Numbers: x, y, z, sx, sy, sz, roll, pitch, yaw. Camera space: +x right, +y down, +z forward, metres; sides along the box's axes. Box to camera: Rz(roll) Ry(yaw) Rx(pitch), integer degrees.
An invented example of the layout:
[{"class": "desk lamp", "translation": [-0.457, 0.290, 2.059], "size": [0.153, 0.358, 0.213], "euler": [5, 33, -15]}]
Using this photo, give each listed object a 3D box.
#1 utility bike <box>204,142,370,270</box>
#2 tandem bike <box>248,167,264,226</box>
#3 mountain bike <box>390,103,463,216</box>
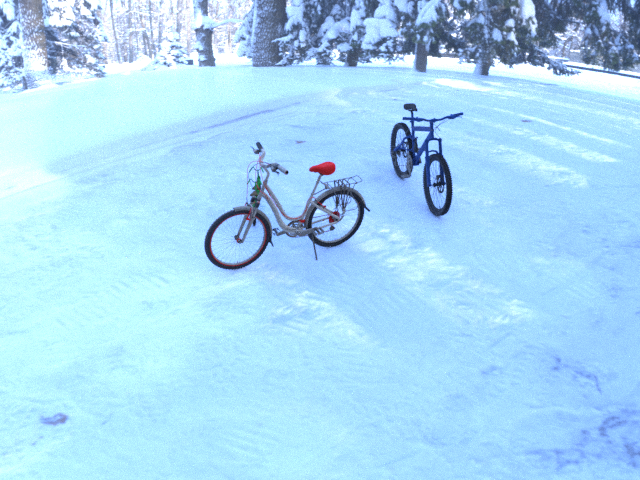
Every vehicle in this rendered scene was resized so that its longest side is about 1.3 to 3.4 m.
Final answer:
[{"class": "utility bike", "translation": [-0.392, -0.495, 10.495], "size": [2.791, 1.839, 1.039], "euler": [-13, 30, -24]}, {"class": "tandem bike", "translation": [-1.128, -0.832, 12.393], "size": [0.283, 0.682, 1.642], "euler": [0, 28, 0]}, {"class": "mountain bike", "translation": [1.820, -1.624, 12.824], "size": [1.114, 1.688, 2.857], "euler": [-7, 28, -13]}]
